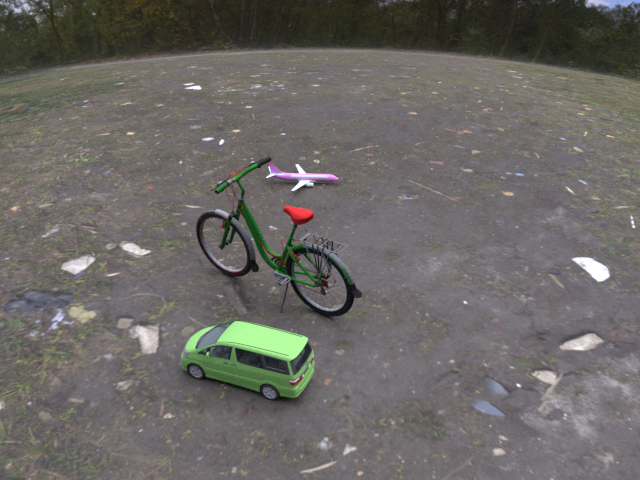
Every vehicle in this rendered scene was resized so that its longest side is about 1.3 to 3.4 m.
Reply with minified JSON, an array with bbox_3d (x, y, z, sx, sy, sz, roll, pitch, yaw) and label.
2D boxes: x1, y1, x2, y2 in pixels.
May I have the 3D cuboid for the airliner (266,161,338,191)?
[{"bbox_3d":[-0.311,-1.229,12.720,1.307,0.429,1.161,1,29,2],"label":"airliner"}]

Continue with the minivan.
[{"bbox_3d":[-0.852,1.303,8.005,1.548,0.616,0.681,11,31,19],"label":"minivan"}]

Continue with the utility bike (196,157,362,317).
[{"bbox_3d":[-0.687,0.007,9.067,2.791,1.839,1.039,19,35,31],"label":"utility bike"}]
